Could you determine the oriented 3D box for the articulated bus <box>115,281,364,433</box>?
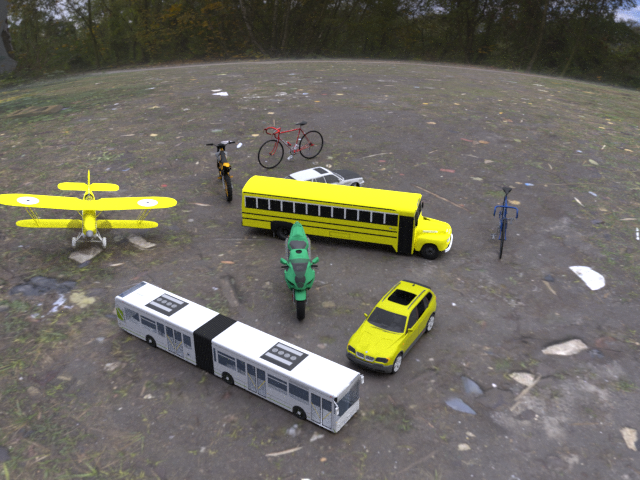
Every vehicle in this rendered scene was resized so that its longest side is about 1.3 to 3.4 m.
[{"bbox_3d":[-1.058,1.281,8.181,3.401,0.561,0.605,18,33,30],"label":"articulated bus"}]

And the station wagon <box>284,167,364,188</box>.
[{"bbox_3d":[0.041,-1.046,12.658,1.597,0.473,0.682,-17,32,-29],"label":"station wagon"}]

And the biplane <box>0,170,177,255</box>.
[{"bbox_3d":[-3.608,-0.496,11.081,2.598,0.981,2.120,-8,29,-15],"label":"biplane"}]

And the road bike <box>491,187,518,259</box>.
[{"bbox_3d":[2.868,-0.335,10.916,0.358,0.852,1.545,7,29,12],"label":"road bike"}]

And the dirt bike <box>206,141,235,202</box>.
[{"bbox_3d":[-1.761,-1.320,12.765,0.527,0.857,1.493,-7,29,-13],"label":"dirt bike"}]

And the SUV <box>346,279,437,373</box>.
[{"bbox_3d":[0.915,1.024,8.644,0.656,0.580,1.572,16,32,27],"label":"SUV"}]

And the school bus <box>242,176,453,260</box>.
[{"bbox_3d":[0.423,-0.387,11.021,3.322,0.844,0.709,8,29,14],"label":"school bus"}]

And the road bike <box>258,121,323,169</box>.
[{"bbox_3d":[-0.570,-1.919,13.900,1.545,0.852,0.358,-18,33,-30],"label":"road bike"}]

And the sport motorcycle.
[{"bbox_3d":[-0.285,0.407,9.550,0.506,0.821,1.520,-2,28,-3],"label":"sport motorcycle"}]
